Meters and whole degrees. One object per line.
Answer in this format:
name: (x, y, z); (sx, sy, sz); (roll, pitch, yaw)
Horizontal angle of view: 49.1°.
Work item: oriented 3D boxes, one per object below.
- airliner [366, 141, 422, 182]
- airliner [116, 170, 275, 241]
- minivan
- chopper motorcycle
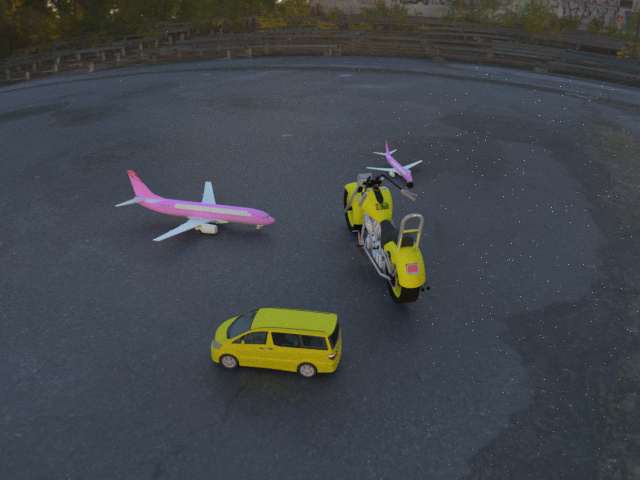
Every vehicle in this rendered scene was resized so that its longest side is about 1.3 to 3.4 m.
airliner: (1.492, -1.487, 13.400); (1.161, 0.429, 1.307); (-9, 30, -16)
airliner: (-1.964, -0.648, 11.422); (2.541, 0.835, 2.257); (6, 29, 11)
minivan: (-0.527, 1.165, 8.302); (1.548, 0.616, 0.681); (5, 29, 9)
chopper motorcycle: (0.852, -0.301, 10.102); (0.906, 1.480, 3.040); (-6, 29, -12)
